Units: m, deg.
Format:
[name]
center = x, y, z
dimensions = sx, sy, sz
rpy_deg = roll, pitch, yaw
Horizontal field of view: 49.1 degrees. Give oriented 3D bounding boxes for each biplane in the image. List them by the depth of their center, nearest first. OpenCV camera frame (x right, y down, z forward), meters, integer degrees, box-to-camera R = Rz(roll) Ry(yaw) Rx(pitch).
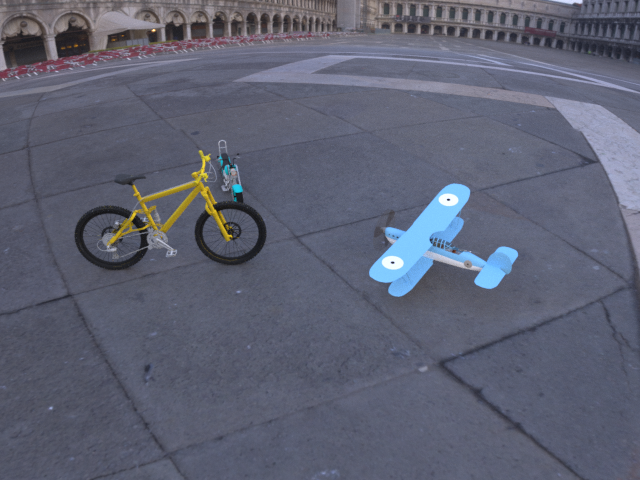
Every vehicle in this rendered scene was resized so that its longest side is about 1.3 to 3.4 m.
[biplane]
center = 1.772, 0.176, 10.268
dimensions = 2.120, 0.981, 2.598
rpy_deg = 19, 35, 29

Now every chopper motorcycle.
[chopper motorcycle]
center = -1.650, -1.229, 12.887
dimensions = 0.466, 0.761, 1.563
rpy_deg = -9, 32, -15

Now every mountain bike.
[mountain bike]
center = -2.237, -0.318, 10.412
dimensions = 2.857, 1.688, 1.114
rpy_deg = -2, 30, -4
